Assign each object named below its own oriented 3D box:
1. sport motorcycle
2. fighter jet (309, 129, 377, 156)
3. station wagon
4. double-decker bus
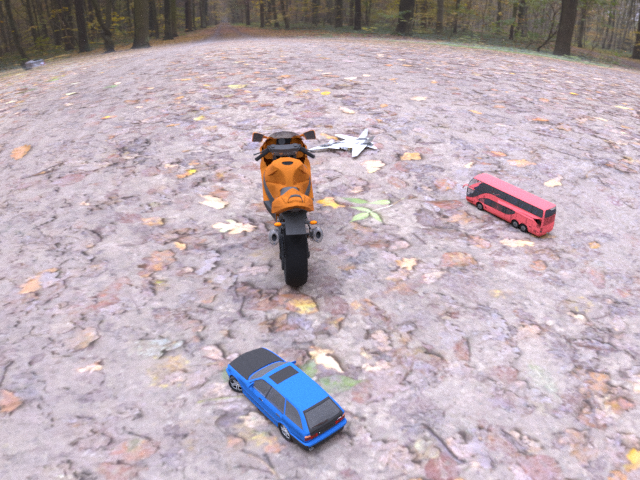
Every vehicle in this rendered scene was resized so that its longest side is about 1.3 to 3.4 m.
[{"bbox_3d":[-0.466,-0.584,10.434,0.983,1.596,2.955,-3,31,-6],"label":"sport motorcycle"},{"bbox_3d":[0.408,-1.954,14.005,1.358,0.286,1.147,-9,32,-14],"label":"fighter jet"},{"bbox_3d":[-0.418,1.652,7.784,0.682,0.473,1.597,-23,38,-33],"label":"station wagon"},{"bbox_3d":[3.090,-0.611,11.507,0.389,0.541,1.672,-21,37,-31],"label":"double-decker bus"}]
